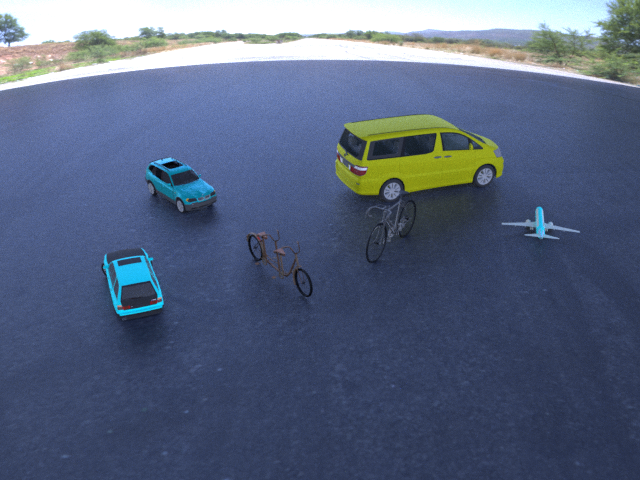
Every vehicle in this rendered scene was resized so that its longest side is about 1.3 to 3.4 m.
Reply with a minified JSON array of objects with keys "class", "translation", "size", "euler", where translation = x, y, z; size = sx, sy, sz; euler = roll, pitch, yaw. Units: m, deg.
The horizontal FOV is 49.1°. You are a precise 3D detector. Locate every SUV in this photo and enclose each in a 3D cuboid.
[{"class":"SUV","translation":[-2.397,-0.972,11.933],"size":[0.656,0.580,1.572],"euler":[-22,35,-36]}]

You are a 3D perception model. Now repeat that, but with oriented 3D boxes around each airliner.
[{"class":"airliner","translation":[3.437,-0.339,10.890],"size":[1.161,0.429,1.307],"euler":[7,28,13]}]

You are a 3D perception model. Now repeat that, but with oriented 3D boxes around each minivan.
[{"class":"minivan","translation":[1.812,-1.549,12.369],"size":[3.011,1.197,1.324],"euler":[-10,29,-18]}]

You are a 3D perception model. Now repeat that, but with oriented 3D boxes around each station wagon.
[{"class":"station wagon","translation":[-2.508,0.469,9.301],"size":[0.682,0.473,1.597],"euler":[-10,29,-19]}]

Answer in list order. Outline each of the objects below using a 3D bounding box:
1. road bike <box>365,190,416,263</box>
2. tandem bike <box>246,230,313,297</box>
[{"class":"road bike","translation":[1.067,-0.252,10.270],"size":[0.358,0.852,1.545],"euler":[17,32,29]},{"class":"tandem bike","translation":[-0.579,0.206,9.579],"size":[0.283,0.682,1.642],"euler":[-19,33,-31]}]
